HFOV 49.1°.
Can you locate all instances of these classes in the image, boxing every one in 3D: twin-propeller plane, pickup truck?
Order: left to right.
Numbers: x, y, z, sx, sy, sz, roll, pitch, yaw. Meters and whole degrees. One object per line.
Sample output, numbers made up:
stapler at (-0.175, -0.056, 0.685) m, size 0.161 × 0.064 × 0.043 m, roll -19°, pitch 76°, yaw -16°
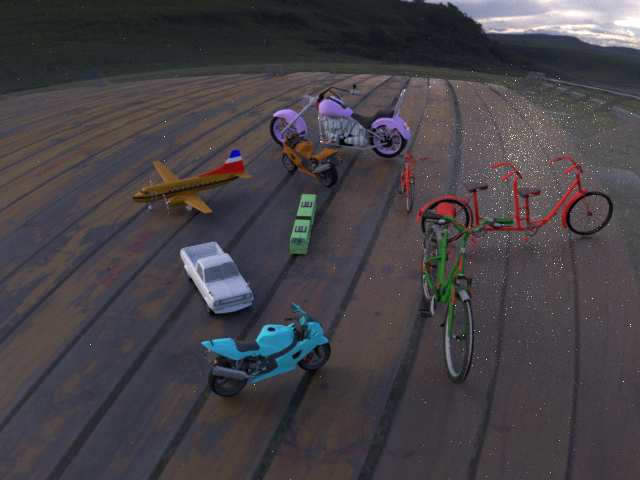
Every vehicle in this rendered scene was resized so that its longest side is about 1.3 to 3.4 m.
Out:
twin-propeller plane at (-2.295, -1.062, 12.363) m, size 2.129 × 0.792 × 2.663 m, roll -15°, pitch 31°, yaw -27°
pickup truck at (-1.462, 0.456, 9.746) m, size 0.640 × 0.511 × 1.603 m, roll -12°, pitch 30°, yaw -22°

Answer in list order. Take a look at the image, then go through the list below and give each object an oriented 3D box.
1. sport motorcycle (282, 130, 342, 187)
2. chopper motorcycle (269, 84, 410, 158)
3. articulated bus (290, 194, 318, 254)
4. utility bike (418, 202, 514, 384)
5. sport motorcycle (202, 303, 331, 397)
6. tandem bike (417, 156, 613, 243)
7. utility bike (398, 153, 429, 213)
sport motorcycle at (-0.202, -1.540, 13.252) m, size 0.506 × 0.821 × 1.520 m, roll -24°, pitch 36°, yaw -38°
chopper motorcycle at (0.375, -2.497, 14.379) m, size 3.040 × 1.480 × 0.906 m, roll 10°, pitch 29°, yaw 19°
articulated bus at (-0.256, -0.285, 11.414) m, size 0.311 × 0.289 × 1.749 m, roll 2°, pitch 28°, yaw 4°
utility bike at (1.635, 0.349, 8.511) m, size 1.039 × 1.839 × 2.791 m, roll -1°, pitch 27°, yaw -2°
sport motorcycle at (-0.565, 1.263, 7.856) m, size 1.520 × 0.821 × 0.506 m, roll -12°, pitch 30°, yaw -22°
tandem bike at (3.080, -0.593, 10.881) m, size 3.192 × 1.326 × 0.550 m, roll -3°, pitch 28°, yaw -6°
utility bike at (1.593, -1.119, 12.307) m, size 0.535 × 0.946 × 1.435 m, roll 0°, pitch 27°, yaw -1°
